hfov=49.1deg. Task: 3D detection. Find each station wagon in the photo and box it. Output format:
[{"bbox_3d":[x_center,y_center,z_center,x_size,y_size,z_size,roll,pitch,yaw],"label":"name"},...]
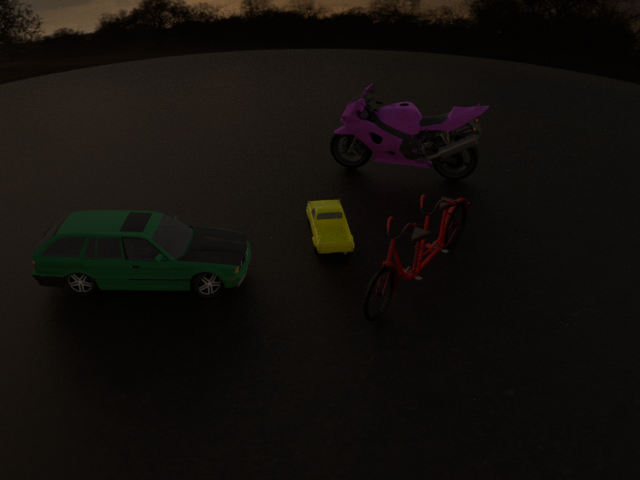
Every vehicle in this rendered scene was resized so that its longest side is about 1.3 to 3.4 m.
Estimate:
[{"bbox_3d":[-2.579,0.127,10.314,3.105,0.920,1.327,1,30,2],"label":"station wagon"}]

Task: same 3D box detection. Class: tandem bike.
[{"bbox_3d":[1.488,-0.002,10.132,0.550,1.326,3.192,19,35,30],"label":"tandem bike"}]

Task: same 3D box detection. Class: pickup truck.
[{"bbox_3d":[0.151,-0.265,11.403,0.640,0.511,1.603,-4,30,-6],"label":"pickup truck"}]

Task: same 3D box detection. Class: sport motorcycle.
[{"bbox_3d":[1.630,-1.999,13.320,2.955,1.596,0.983,8,31,13],"label":"sport motorcycle"}]
